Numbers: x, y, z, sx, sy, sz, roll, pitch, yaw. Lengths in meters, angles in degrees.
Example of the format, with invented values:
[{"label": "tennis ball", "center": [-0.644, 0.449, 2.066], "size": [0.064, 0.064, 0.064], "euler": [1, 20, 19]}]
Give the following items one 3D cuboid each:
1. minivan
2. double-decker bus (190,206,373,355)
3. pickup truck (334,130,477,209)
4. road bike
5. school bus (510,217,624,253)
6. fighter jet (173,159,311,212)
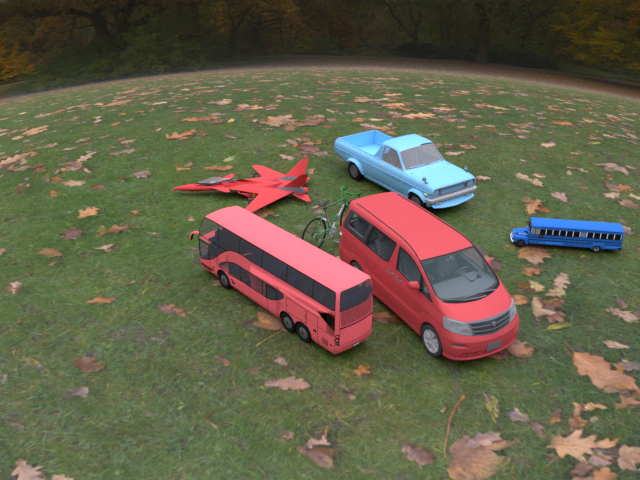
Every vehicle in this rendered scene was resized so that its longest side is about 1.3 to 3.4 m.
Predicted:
[{"label": "minivan", "center": [1.422, 0.406, 9.597], "size": [1.324, 1.197, 3.011], "euler": [-14, 30, -25]}, {"label": "double-decker bus", "center": [-0.608, 0.434, 9.699], "size": [0.756, 1.052, 3.251], "euler": [-22, 35, -36]}, {"label": "pickup truck", "center": [1.565, -1.497, 13.483], "size": [1.244, 0.993, 3.117], "euler": [-17, 32, -29]}, {"label": "road bike", "center": [0.218, -0.345, 11.418], "size": [0.358, 0.852, 1.545], "euler": [22, 35, 36]}, {"label": "school bus", "center": [3.994, -0.092, 11.384], "size": [1.708, 0.434, 0.365], "euler": [4, 28, 8]}, {"label": "fighter jet", "center": [-1.493, -1.130, 13.249], "size": [2.640, 0.557, 2.229], "euler": [0, 27, -1]}]
